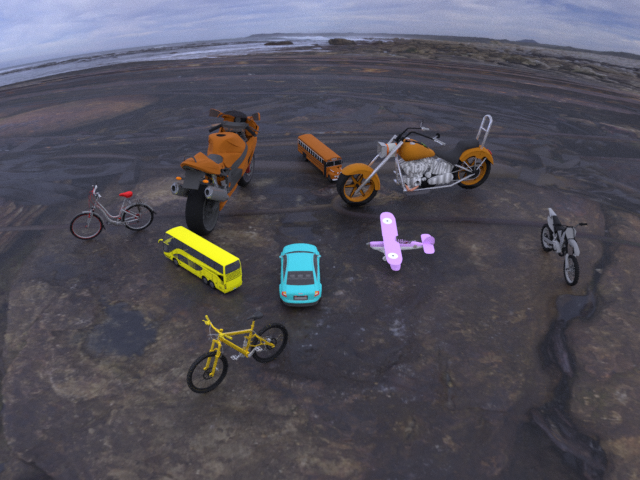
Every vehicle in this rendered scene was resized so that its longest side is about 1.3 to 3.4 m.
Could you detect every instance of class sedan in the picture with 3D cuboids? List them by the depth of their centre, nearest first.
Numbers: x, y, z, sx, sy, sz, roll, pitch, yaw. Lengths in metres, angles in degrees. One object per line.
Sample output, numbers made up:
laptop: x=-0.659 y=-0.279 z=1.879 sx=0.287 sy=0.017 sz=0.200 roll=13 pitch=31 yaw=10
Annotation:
sedan: x=-0.296 y=0.436 z=10.521 sx=0.635 sy=0.483 sz=1.613 roll=-1 pitch=29 yaw=-2

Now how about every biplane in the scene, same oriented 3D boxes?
biplane: x=1.277 y=0.085 z=11.121 sx=1.090 sy=0.504 sz=1.336 roll=-1 pitch=29 yaw=-1

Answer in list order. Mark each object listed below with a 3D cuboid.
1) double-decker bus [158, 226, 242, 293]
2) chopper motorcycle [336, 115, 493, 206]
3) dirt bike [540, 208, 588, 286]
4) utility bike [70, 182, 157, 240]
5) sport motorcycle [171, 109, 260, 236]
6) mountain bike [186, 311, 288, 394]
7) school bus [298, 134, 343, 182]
double-decker bus: x=-1.847 y=0.268 z=10.760 sx=1.672 sy=0.541 sz=0.389 roll=26 pitch=38 yaw=38
chopper motorcycle: x=1.790 y=-1.469 z=12.881 sx=3.040 sy=1.480 sz=0.906 roll=-8 pitch=30 yaw=-13
dirt bike: x=3.742 y=0.042 z=10.840 sx=0.527 sy=0.857 sz=1.493 roll=-2 pitch=29 yaw=-3
utility bike: x=-3.447 y=-0.467 z=11.650 sx=1.435 sy=0.946 sz=0.535 roll=-12 pitch=31 yaw=-20
sport motorcycle: x=-1.735 y=-1.284 z=12.435 sx=0.983 sy=1.596 sz=2.955 roll=7 pitch=30 yaw=12
mountain bike: x=-0.995 y=1.314 z=8.576 sx=1.469 sy=0.868 sz=0.573 roll=-22 pitch=36 yaw=-33
school bus: x=0.036 y=-1.686 z=14.329 sx=0.365 sy=0.434 sz=1.708 roll=-13 pitch=32 yaw=-22
